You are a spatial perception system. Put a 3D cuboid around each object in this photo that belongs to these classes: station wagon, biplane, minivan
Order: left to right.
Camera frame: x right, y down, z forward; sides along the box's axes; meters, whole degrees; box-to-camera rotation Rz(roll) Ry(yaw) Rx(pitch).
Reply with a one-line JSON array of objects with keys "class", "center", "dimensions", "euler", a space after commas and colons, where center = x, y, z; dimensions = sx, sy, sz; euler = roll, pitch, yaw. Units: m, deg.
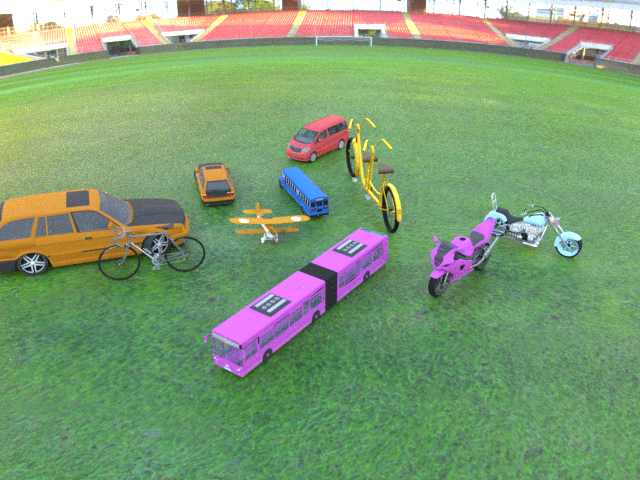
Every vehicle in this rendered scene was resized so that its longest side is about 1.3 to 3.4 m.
[{"class": "station wagon", "center": [-3.626, -0.250, 10.902], "dimensions": [3.105, 0.920, 1.327], "euler": [-9, 30, -15]}, {"class": "station wagon", "center": [-1.969, -1.146, 13.018], "dimensions": [0.682, 0.473, 1.597], "euler": [-7, 29, -12]}, {"class": "biplane", "center": [-0.856, -0.277, 11.388], "dimensions": [1.336, 0.504, 1.090], "euler": [-11, 31, -20]}, {"class": "minivan", "center": [-0.040, -2.136, 14.689], "dimensions": [0.681, 0.616, 1.548], "euler": [21, 35, 34]}]

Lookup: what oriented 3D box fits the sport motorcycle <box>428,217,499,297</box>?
[{"class": "sport motorcycle", "center": [2.051, 0.242, 10.101], "dimensions": [0.506, 0.821, 1.520], "euler": [25, 37, 38]}]

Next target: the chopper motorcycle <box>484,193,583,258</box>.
[{"class": "chopper motorcycle", "center": [3.359, -0.237, 11.045], "dimensions": [1.563, 0.761, 0.466], "euler": [17, 33, 28]}]

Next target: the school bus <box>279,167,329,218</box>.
[{"class": "school bus", "center": [-0.329, -0.899, 12.605], "dimensions": [0.365, 0.434, 1.708], "euler": [-11, 30, -20]}]

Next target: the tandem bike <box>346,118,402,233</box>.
[{"class": "tandem bike", "center": [0.898, -1.264, 12.343], "dimensions": [0.550, 1.326, 3.192], "euler": [-6, 29, -11]}]

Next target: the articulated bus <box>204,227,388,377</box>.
[{"class": "articulated bus", "center": [-0.151, 0.722, 9.490], "dimensions": [0.605, 0.561, 3.401], "euler": [19, 34, 31]}]

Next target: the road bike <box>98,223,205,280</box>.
[{"class": "road bike", "center": [-2.459, 0.159, 10.222], "dimensions": [1.545, 0.852, 0.358], "euler": [-7, 29, -13]}]
